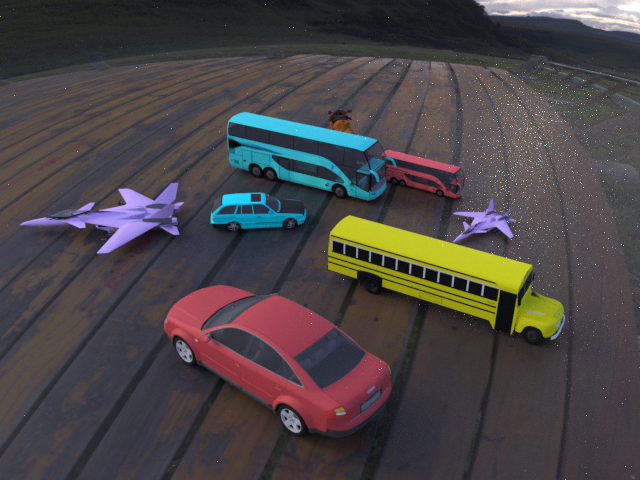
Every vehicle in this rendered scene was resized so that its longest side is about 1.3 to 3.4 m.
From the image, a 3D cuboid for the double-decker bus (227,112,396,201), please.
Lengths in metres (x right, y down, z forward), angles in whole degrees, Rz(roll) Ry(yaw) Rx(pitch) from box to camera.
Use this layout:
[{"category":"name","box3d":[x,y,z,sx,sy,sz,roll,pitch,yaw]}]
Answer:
[{"category":"double-decker bus","box3d":[-0.234,-1.551,12.940,3.251,1.052,0.756,16,34,25]}]

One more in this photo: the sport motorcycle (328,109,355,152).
[{"category":"sport motorcycle","box3d":[0.471,-2.092,14.090,0.506,0.821,1.520,-5,31,-9]}]

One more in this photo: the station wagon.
[{"category":"station wagon","box3d":[-1.028,-0.506,11.733,1.597,0.473,0.682,-3,31,-4]}]

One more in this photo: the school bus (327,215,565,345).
[{"category":"school bus","box3d":[1.696,0.499,9.658,3.322,0.844,0.709,17,34,26]}]

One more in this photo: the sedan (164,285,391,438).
[{"category":"sedan","box3d":[-0.609,1.223,8.332,3.137,0.940,1.235,23,38,34]}]

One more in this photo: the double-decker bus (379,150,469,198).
[{"category":"double-decker bus","box3d":[1.886,-1.205,12.857,1.672,0.541,0.389,18,35,28]}]

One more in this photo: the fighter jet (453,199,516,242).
[{"category":"fighter jet","box3d":[2.619,-0.276,11.527,1.358,0.286,1.147,-26,39,-36]}]

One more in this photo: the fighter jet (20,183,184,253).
[{"category":"fighter jet","box3d":[-3.639,-0.469,11.589,2.640,0.557,2.229,-3,31,-5]}]
